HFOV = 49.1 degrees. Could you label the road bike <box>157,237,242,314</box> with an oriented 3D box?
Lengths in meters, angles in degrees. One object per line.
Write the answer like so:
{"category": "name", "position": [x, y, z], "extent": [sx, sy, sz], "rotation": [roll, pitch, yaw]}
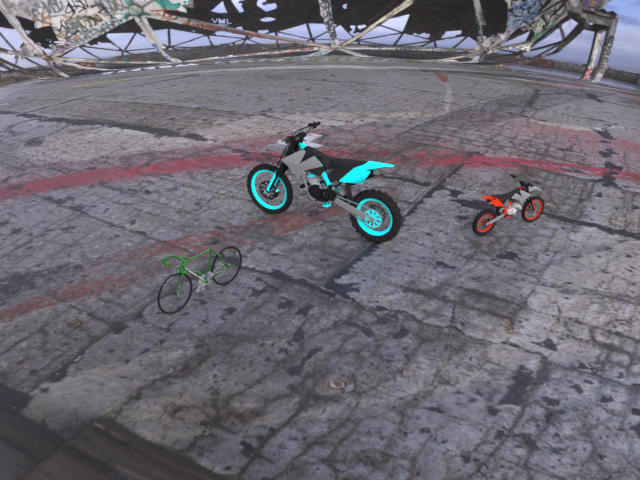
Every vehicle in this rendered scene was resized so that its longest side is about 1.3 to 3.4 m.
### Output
{"category": "road bike", "position": [-1.641, 0.434, 9.663], "extent": [0.358, 0.852, 1.545], "rotation": [22, 36, 34]}

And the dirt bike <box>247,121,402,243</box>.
{"category": "dirt bike", "position": [-0.001, -0.943, 11.326], "extent": [2.903, 1.666, 1.024], "rotation": [15, 32, 26]}

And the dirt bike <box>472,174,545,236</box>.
{"category": "dirt bike", "position": [3.125, -0.573, 11.493], "extent": [1.493, 0.857, 0.527], "rotation": [-14, 32, -24]}
